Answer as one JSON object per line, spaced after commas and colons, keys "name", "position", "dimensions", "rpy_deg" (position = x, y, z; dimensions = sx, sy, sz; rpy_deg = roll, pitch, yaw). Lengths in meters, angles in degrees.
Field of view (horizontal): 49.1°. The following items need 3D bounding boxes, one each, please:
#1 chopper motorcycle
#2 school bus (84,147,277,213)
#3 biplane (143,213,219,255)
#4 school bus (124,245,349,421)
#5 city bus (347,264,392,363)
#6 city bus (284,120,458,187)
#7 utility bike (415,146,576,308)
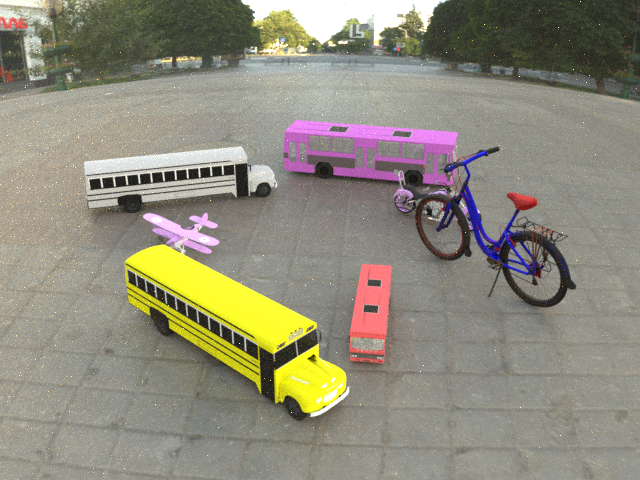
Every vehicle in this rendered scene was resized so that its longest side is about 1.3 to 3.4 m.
{"name": "chopper motorcycle", "position": [1.931, -0.650, 11.583], "dimensions": [1.563, 0.761, 0.466], "rpy_deg": [16, 31, 29]}
{"name": "school bus", "position": [-2.421, -1.101, 12.401], "dimensions": [3.322, 0.844, 0.709], "rpy_deg": [-8, 27, -15]}
{"name": "biplane", "position": [-2.030, -0.099, 10.759], "dimensions": [1.336, 0.504, 1.090], "rpy_deg": [13, 29, 24]}
{"name": "school bus", "position": [-1.060, 0.983, 8.189], "dimensions": [3.322, 0.844, 0.709], "rpy_deg": [22, 34, 38]}
{"name": "city bus", "position": [0.652, 0.899, 8.792], "dimensions": [0.476, 0.460, 1.674], "rpy_deg": [3, 27, 7]}
{"name": "city bus", "position": [0.965, -1.653, 13.460], "dimensions": [3.255, 0.894, 0.926], "rpy_deg": [7, 27, 13]}
{"name": "utility bike", "position": [2.233, -0.199, 9.455], "dimensions": [1.039, 1.839, 2.791], "rpy_deg": [-19, 32, -33]}
